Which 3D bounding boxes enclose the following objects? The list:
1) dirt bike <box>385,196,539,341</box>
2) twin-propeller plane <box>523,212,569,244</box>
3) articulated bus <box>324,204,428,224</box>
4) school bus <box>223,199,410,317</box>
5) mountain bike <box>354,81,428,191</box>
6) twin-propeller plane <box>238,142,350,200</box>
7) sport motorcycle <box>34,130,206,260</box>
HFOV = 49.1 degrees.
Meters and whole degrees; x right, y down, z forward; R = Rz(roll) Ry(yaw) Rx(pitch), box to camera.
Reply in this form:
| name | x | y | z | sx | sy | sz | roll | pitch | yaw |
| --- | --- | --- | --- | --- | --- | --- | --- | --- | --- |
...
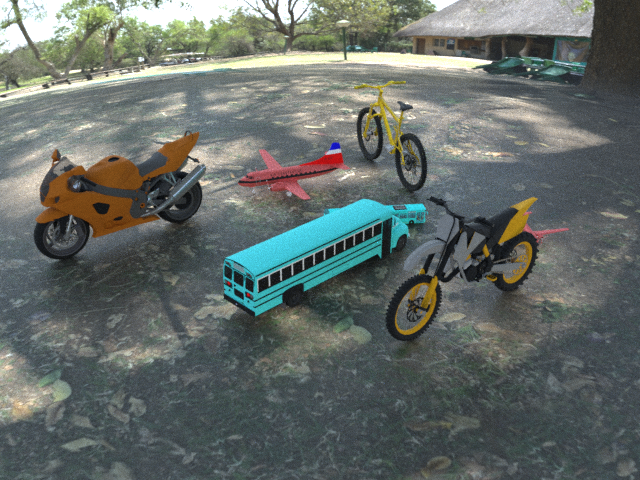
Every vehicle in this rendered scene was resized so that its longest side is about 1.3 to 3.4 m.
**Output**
| name | x | y | z | sx | sy | sz | roll | pitch | yaw |
| --- | --- | --- | --- | --- | --- | --- | --- | --- | --- |
| dirt bike | 1.982 | 0.255 | 9.186 | 2.903 | 1.666 | 1.024 | -20 | 33 | -33 |
| twin-propeller plane | 3.378 | -0.229 | 11.476 | 1.370 | 0.407 | 1.095 | -2 | 28 | -4 |
| articulated bus | 0.949 | -0.409 | 11.951 | 1.749 | 0.289 | 0.311 | -4 | 28 | -7 |
| school bus | 0.090 | 0.144 | 10.289 | 3.322 | 0.844 | 0.709 | -25 | 36 | -39 |
| mountain bike | 1.367 | -2.097 | 13.675 | 1.114 | 1.688 | 2.857 | -11 | 29 | -19 |
| twin-propeller plane | -0.531 | -1.355 | 13.221 | 2.129 | 0.792 | 2.663 | -10 | 29 | -19 |
| sport motorcycle | -3.156 | -0.749 | 11.187 | 2.955 | 1.596 | 0.983 | -21 | 34 | -35 |
